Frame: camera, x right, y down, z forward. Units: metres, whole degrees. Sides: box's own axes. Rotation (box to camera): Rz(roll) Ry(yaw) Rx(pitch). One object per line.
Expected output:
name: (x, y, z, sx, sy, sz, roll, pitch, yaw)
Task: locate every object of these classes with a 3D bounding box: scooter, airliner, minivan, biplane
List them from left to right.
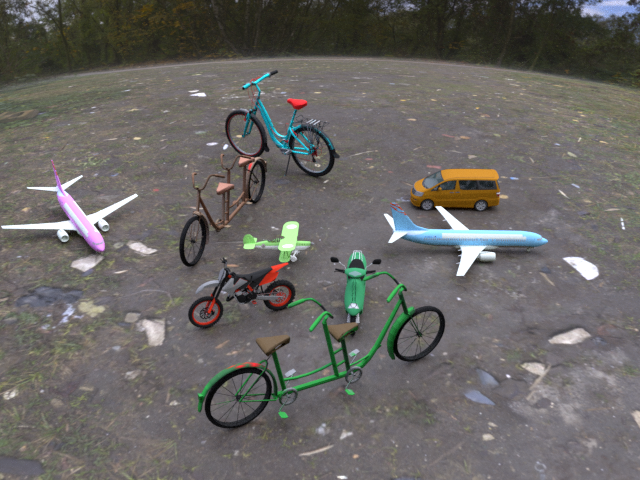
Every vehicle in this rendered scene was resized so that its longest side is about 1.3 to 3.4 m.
airliner: (-4.015, -0.549, 11.503, 2.257, 0.835, 2.541, -17, 33, -29)
biplane: (-0.629, 0.058, 10.732, 1.090, 0.504, 1.336, 1, 29, 1)
scooter: (0.476, 0.559, 9.375, 0.662, 0.919, 1.399, 2, 29, 4)
minivan: (2.389, -0.913, 12.404, 1.548, 0.616, 0.681, 1, 29, 2)
airliner: (2.291, -0.191, 10.845, 2.541, 0.835, 2.257, 0, 29, 1)

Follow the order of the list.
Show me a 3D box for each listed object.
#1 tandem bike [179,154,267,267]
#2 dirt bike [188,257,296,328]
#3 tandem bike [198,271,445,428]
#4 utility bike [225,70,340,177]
tandem bike: (-1.506, -0.758, 11.375, 0.550, 1.326, 3.192, 9, 30, 17)
dirt bike: (-1.017, 0.680, 9.217, 1.493, 0.857, 0.527, -12, 31, -21)
tandem bike: (0.132, 1.177, 7.810, 3.192, 1.326, 0.550, -15, 32, -25)
utility bike: (-0.853, -2.208, 13.508, 2.791, 1.839, 1.039, 18, 33, 30)
